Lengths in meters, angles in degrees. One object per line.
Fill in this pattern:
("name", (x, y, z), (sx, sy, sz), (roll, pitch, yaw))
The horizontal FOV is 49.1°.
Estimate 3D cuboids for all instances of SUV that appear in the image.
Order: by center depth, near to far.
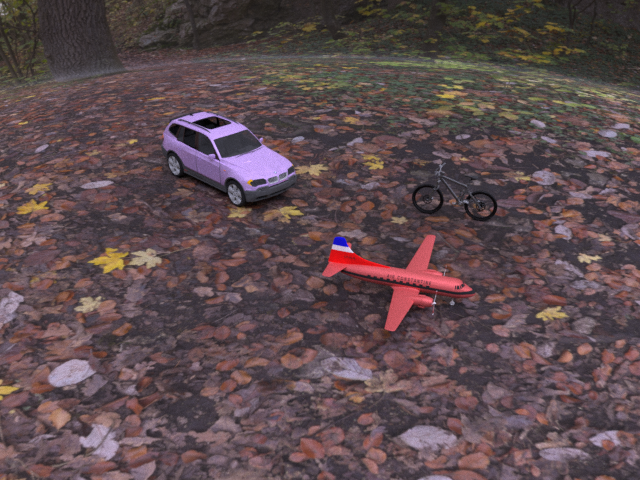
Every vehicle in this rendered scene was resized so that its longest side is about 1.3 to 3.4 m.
("SUV", (-1.789, -1.632, 13.280), (1.276, 1.128, 3.058), (-25, 37, -38))

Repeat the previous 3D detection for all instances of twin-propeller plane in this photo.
("twin-propeller plane", (1.125, 0.445, 9.819), (2.129, 0.792, 2.663), (9, 30, 17))

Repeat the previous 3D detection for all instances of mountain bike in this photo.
("mountain bike", (2.311, -0.787, 12.001), (1.469, 0.868, 0.573), (9, 30, 16))
